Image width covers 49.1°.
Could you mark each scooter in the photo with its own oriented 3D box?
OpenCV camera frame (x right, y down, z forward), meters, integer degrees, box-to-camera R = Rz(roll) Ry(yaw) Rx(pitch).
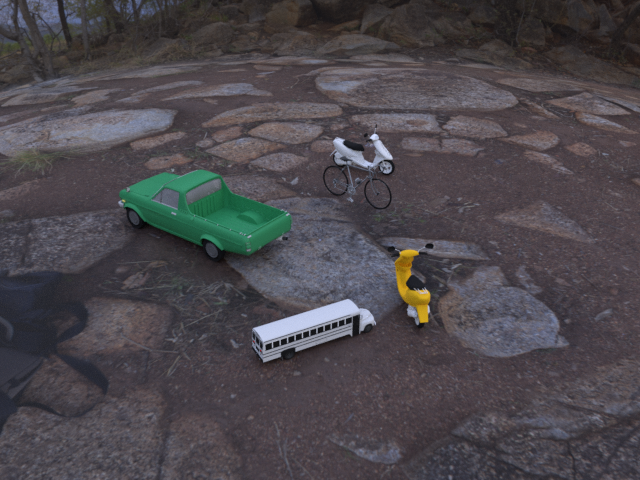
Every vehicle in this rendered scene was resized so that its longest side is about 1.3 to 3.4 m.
[{"bbox_3d":[0.857,-1.825,14.087,1.399,0.919,0.662,13,31,22],"label":"scooter"},{"bbox_3d":[1.281,0.549,9.785,0.662,0.919,1.399,-4,29,-7],"label":"scooter"}]

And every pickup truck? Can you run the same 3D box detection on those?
[{"bbox_3d":[-1.976,-0.545,11.690,3.117,0.993,1.244,20,35,32],"label":"pickup truck"}]

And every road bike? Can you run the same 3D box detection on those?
[{"bbox_3d":[0.668,-1.082,12.810,1.545,0.852,0.358,21,35,33],"label":"road bike"}]

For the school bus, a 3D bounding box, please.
[{"bbox_3d":[-0.048,1.158,9.182,1.708,0.434,0.365,-15,32,-25],"label":"school bus"}]
